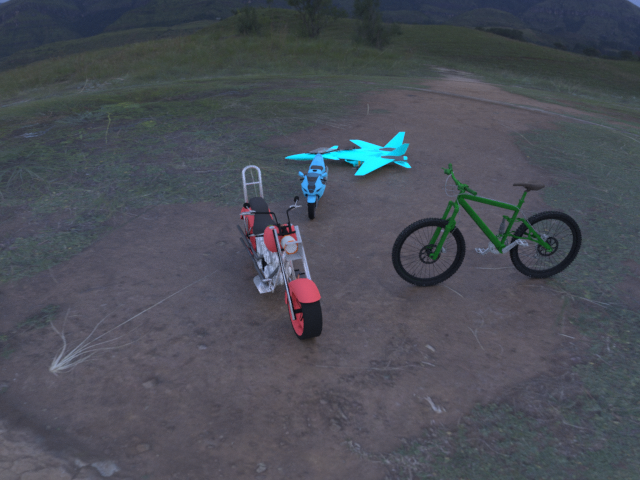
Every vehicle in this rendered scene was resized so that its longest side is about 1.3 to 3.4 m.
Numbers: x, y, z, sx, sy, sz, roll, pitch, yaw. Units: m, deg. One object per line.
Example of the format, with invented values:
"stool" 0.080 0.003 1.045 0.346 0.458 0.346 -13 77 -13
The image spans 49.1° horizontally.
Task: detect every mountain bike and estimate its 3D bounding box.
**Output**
"mountain bike" 2.445 -0.143 10.078 2.857 1.688 1.114 -3 27 -7

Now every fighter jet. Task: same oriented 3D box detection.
"fighter jet" 0.569 -1.912 14.923 2.640 0.557 2.229 0 26 0

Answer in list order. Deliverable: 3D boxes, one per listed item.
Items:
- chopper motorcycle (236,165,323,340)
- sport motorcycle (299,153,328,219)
"chopper motorcycle" -0.599 0.095 9.833 0.906 1.480 3.040 -9 28 -18
"sport motorcycle" -0.090 -0.993 12.772 0.506 0.821 1.520 2 26 5
